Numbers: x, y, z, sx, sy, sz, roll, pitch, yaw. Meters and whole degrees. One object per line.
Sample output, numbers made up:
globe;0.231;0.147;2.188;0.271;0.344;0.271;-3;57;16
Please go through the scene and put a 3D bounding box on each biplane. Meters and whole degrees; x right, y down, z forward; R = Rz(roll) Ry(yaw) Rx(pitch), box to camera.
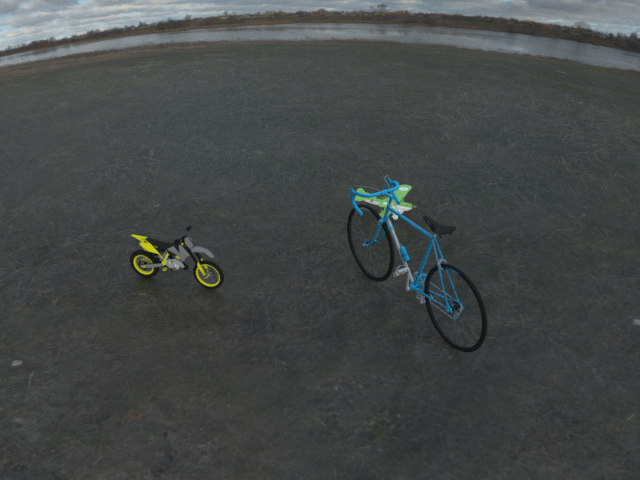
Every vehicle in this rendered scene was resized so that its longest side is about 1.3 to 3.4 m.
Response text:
biplane;1.126;-0.658;11.945;1.090;0.504;1.336;13;33;20

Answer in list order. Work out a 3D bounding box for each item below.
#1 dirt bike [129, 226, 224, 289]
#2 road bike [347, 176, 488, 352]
dirt bike;-2.083;0.257;10.055;1.493;0.857;0.527;9;32;15
road bike;1.199;0.236;9.307;0.696;1.656;3.004;-17;35;-27
